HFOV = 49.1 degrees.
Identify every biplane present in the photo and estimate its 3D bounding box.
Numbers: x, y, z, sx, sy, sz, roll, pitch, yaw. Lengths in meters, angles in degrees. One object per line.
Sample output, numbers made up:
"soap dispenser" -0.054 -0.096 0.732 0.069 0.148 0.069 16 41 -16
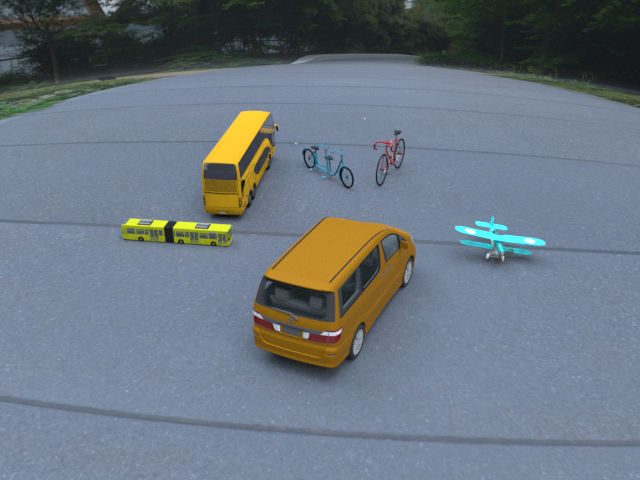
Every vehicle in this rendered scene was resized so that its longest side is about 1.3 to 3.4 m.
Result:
"biplane" 2.661 -0.011 10.512 1.336 0.504 1.090 1 27 3

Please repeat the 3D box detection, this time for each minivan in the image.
"minivan" 0.306 0.399 8.961 1.324 1.197 3.011 12 30 22

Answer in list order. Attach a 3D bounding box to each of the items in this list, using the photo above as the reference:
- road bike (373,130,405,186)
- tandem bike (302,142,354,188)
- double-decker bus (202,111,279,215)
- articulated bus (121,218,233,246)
"road bike" 1.346 -1.602 13.217 0.358 0.852 1.545 12 30 22
"tandem bike" 0.134 -1.499 13.203 0.283 0.682 1.642 -18 32 -31
"double-decker bus" -1.411 -1.504 12.810 0.756 1.052 3.251 3 27 6
"articulated bus" -2.230 -0.122 10.962 1.749 0.289 0.311 4 28 7
